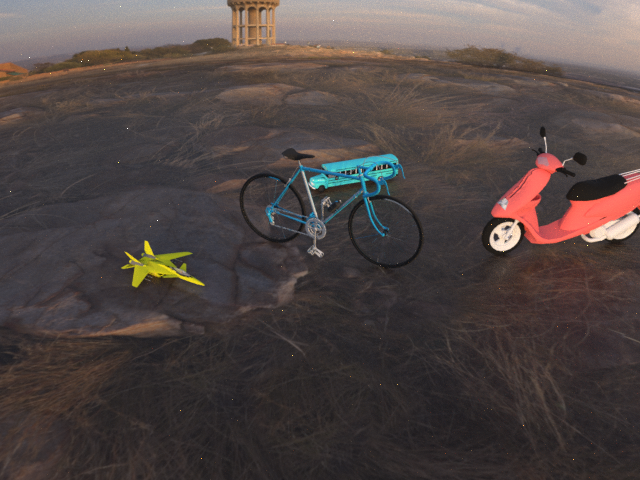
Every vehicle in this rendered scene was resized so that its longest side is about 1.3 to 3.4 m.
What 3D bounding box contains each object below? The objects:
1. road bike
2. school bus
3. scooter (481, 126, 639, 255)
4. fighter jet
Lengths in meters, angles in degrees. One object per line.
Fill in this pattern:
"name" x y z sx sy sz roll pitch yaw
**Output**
"road bike" 0.102 -0.515 10.301 3.004 1.656 0.697 13 31 22
"school bus" 0.619 -1.248 12.957 1.708 0.434 0.365 -11 30 -19
"scooter" 3.760 -0.672 10.455 2.721 1.786 1.288 -5 29 -10
"fighter jet" -2.182 0.383 10.076 1.358 0.286 1.147 17 33 29
